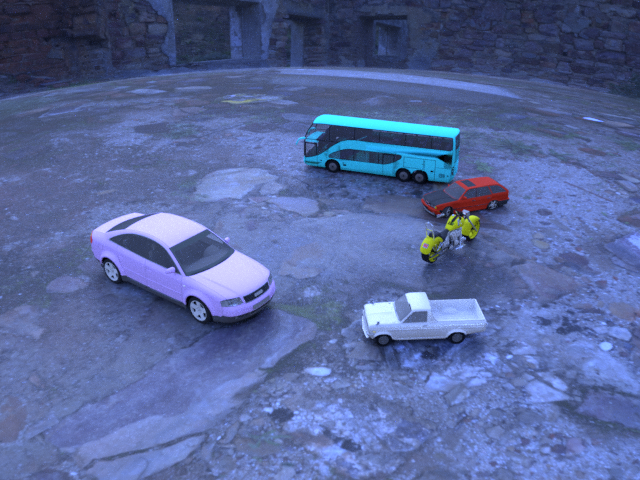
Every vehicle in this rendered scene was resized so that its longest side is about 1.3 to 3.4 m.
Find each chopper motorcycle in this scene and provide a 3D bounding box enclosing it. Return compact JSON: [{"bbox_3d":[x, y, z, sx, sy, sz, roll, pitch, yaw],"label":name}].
[{"bbox_3d":[2.117,-0.161,11.171,0.466,0.761,1.563,23,35,37],"label":"chopper motorcycle"}]

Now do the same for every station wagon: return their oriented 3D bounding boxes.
[{"bbox_3d":[2.639,-0.815,12.737,1.597,0.473,0.682,-10,29,-18],"label":"station wagon"}]

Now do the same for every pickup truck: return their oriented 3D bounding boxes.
[{"bbox_3d":[1.361,1.000,9.212,1.603,0.511,0.640,-2,28,-3],"label":"pickup truck"}]

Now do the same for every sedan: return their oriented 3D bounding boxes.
[{"bbox_3d":[-2.041,0.253,10.182,3.137,0.940,1.235,19,33,32],"label":"sedan"}]

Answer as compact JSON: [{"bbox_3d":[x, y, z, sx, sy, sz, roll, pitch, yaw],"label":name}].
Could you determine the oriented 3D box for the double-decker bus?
[{"bbox_3d":[1.161,-1.853,14.103,3.251,1.052,0.756,9,29,17],"label":"double-decker bus"}]
